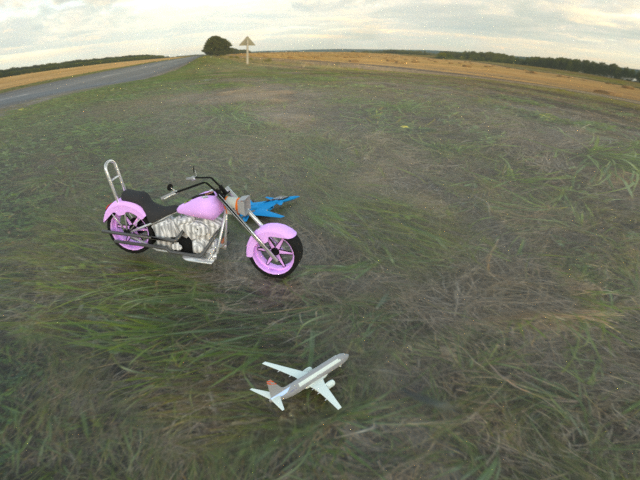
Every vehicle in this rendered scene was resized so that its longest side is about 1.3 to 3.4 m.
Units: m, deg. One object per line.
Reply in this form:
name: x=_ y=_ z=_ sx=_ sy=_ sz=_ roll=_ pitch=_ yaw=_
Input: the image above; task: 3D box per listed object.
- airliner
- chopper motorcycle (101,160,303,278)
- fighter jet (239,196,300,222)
airliner: x=-0.116 y=1.438 z=7.666 sx=1.161 sy=0.429 sz=1.307 roll=23 pitch=34 yaw=38
chopper motorcycle: x=-1.731 y=-0.311 z=10.020 sx=3.040 sy=1.480 sz=0.906 roll=7 pitch=27 yaw=14
fighter jet: x=-0.896 y=-0.673 z=12.100 sx=1.358 sy=0.286 sz=1.147 roll=-19 pitch=32 yaw=-34
